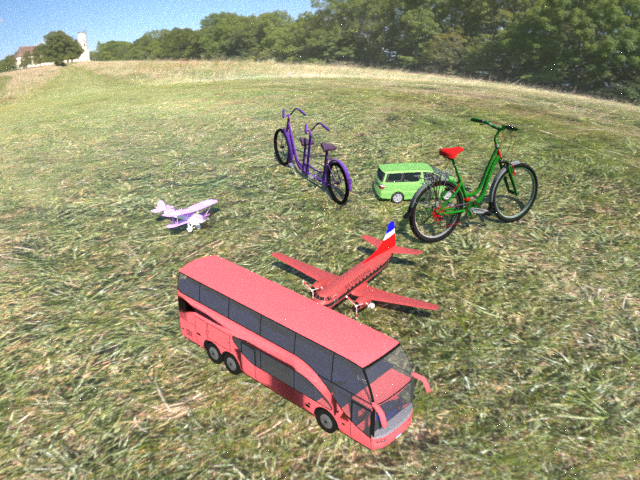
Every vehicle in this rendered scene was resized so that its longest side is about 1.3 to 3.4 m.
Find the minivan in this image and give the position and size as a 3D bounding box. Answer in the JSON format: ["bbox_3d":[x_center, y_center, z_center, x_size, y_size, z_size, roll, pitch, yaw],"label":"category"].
[{"bbox_3d":[1.803,-1.092,12.964,1.548,0.616,0.681,-4,26,-7],"label":"minivan"}]

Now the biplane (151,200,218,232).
[{"bbox_3d":[-2.279,-0.437,11.718,1.090,0.504,1.336,13,28,25],"label":"biplane"}]

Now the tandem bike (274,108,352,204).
[{"bbox_3d":[-0.216,-1.704,13.424,0.550,1.326,3.192,-13,28,-25],"label":"tandem bike"}]

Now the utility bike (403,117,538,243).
[{"bbox_3d":[2.470,-1.014,11.378,2.791,1.839,1.039,-13,29,-26],"label":"utility bike"}]

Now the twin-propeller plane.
[{"bbox_3d":[0.512,0.409,9.611,2.663,0.792,2.129,17,30,32],"label":"twin-propeller plane"}]

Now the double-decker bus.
[{"bbox_3d":[-0.345,1.160,7.732,3.251,1.052,0.756,22,33,38],"label":"double-decker bus"}]
